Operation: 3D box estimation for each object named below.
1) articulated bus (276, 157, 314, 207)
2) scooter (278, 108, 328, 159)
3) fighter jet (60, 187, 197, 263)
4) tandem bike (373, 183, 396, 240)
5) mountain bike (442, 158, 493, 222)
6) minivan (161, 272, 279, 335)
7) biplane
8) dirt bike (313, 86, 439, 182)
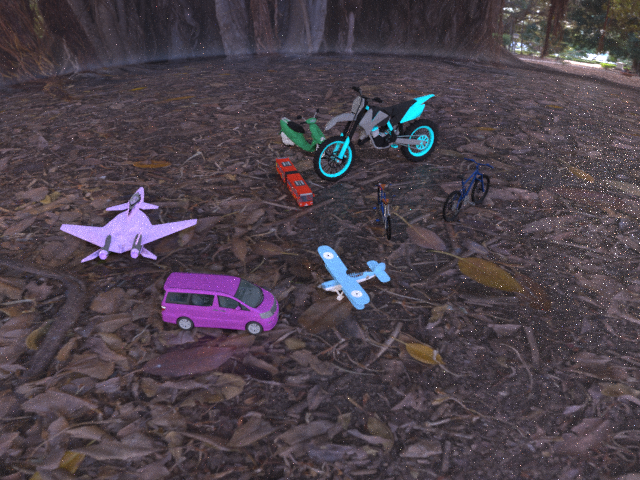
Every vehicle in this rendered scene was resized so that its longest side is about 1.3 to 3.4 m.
[{"bbox_3d":[-0.500,-1.117,13.208,0.311,0.289,1.749,-9,31,-15],"label":"articulated bus"},{"bbox_3d":[-0.355,-2.265,14.599,1.399,0.919,0.662,25,38,36],"label":"scooter"},{"bbox_3d":[-3.206,-0.484,11.817,2.229,0.557,2.640,-2,30,-4],"label":"fighter jet"},{"bbox_3d":[1.097,-0.617,11.924,0.283,0.682,1.642,-1,29,-2],"label":"tandem bike"},{"bbox_3d":[2.579,-0.876,12.194,0.573,0.868,1.469,24,37,36],"label":"mountain bike"},{"bbox_3d":[-1.335,0.828,9.433,1.548,0.616,0.681,3,30,6],"label":"minivan"},{"bbox_3d":[0.466,0.567,10.010,1.090,0.504,1.336,-13,32,-22],"label":"biplane"},{"bbox_3d":[1.154,-2.096,13.541,2.903,1.666,1.024,-15,33,-25],"label":"dirt bike"}]
